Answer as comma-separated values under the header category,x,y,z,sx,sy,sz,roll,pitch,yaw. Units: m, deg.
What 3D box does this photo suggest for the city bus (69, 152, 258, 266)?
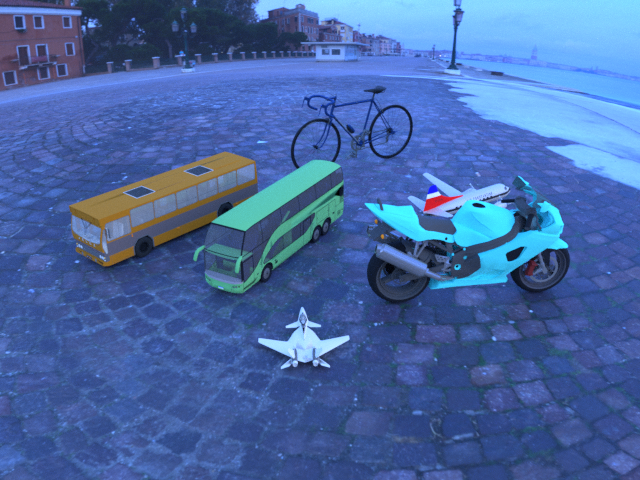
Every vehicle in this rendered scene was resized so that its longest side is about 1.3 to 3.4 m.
category,x,y,z,sx,sy,sz,roll,pitch,yaw
city bus,-2.455,-0.559,11.602,0.926,0.894,3.255,21,33,35

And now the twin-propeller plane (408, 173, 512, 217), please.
category,x,y,z,sx,sy,sz,roll,pitch,yaw
twin-propeller plane,2.587,-0.775,12.146,2.129,0.792,2.663,-17,31,-31

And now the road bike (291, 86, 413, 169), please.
category,x,y,z,sx,sy,sz,roll,pitch,yaw
road bike,0.709,-2.275,14.174,3.004,1.656,0.697,-16,31,-28

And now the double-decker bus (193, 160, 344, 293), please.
category,x,y,z,sx,sy,sz,roll,pitch,yaw
double-decker bus,-0.640,-0.263,10.836,0.756,1.052,3.251,14,30,26

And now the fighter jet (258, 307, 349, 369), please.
category,x,y,z,sx,sy,sz,roll,pitch,yaw
fighter jet,-0.208,1.138,8.896,1.147,0.286,1.358,-1,27,-3

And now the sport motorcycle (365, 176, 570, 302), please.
category,x,y,z,sx,sy,sz,roll,pitch,yaw
sport motorcycle,2.048,0.073,9.559,2.955,1.596,0.983,-3,27,-6
